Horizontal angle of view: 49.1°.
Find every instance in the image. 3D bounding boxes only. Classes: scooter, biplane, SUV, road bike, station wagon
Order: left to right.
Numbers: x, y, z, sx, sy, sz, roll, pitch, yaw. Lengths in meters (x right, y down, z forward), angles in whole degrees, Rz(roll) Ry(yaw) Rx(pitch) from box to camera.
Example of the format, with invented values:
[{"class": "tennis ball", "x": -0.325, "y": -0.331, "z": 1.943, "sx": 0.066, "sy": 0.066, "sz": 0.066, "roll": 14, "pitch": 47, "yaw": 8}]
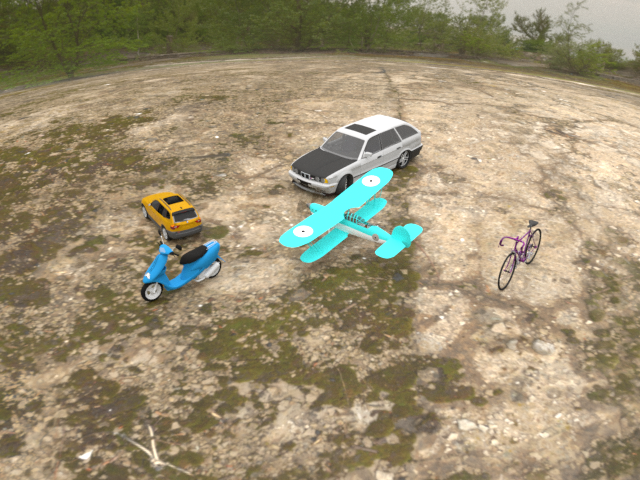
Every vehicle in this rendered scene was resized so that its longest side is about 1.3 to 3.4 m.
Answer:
[{"class": "SUV", "x": -2.590, "y": -0.517, "z": 12.150, "sx": 0.656, "sy": 0.580, "sz": 1.572, "roll": -17, "pitch": 33, "yaw": -28}, {"class": "scooter", "x": -2.026, "y": 0.317, "z": 10.292, "sx": 1.399, "sy": 0.919, "sz": 0.662, "roll": -22, "pitch": 36, "yaw": -34}, {"class": "biplane", "x": 0.549, "y": -0.221, "z": 11.201, "sx": 2.120, "sy": 0.981, "sz": 2.598, "roll": 23, "pitch": 36, "yaw": 35}, {"class": "station wagon", "x": 0.754, "y": -1.794, "z": 14.106, "sx": 1.327, "sy": 0.920, "sz": 3.105, "roll": 25, "pitch": 37, "yaw": 37}, {"class": "road bike", "x": 3.060, "y": 0.173, "z": 10.622, "sx": 0.358, "sy": 0.852, "sz": 1.545, "roll": 21, "pitch": 35, "yaw": 32}]
